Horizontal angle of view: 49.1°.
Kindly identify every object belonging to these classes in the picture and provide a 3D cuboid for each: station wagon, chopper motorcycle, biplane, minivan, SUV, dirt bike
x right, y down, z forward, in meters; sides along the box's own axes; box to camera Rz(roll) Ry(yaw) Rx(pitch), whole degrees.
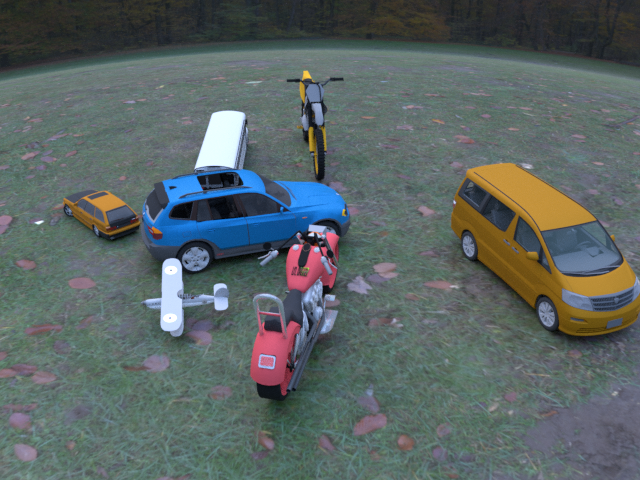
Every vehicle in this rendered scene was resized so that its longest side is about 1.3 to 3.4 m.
[{"bbox_3d":[-3.500,-0.507,11.087,0.682,0.473,1.597,-24,37,-37],"label":"station wagon"},{"bbox_3d":[-0.191,0.530,8.145,0.906,1.480,3.040,6,29,11],"label":"chopper motorcycle"},{"bbox_3d":[-1.676,0.766,8.730,1.090,0.504,1.336,-4,29,-8],"label":"biplane"},{"bbox_3d":[2.949,0.034,9.345,1.324,1.197,3.011,-10,30,-18],"label":"minivan"},{"bbox_3d":[-1.073,-0.427,10.260,3.058,1.128,1.276,-9,30,-17],"label":"SUV"},{"bbox_3d":[-0.125,-2.314,13.148,1.024,1.666,2.903,-3,29,-6],"label":"dirt bike"}]

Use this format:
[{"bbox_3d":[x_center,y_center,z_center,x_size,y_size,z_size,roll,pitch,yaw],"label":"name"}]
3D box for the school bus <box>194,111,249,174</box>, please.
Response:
[{"bbox_3d":[-1.726,-1.580,12.663,0.709,0.844,3.322,-1,29,-2],"label":"school bus"}]
